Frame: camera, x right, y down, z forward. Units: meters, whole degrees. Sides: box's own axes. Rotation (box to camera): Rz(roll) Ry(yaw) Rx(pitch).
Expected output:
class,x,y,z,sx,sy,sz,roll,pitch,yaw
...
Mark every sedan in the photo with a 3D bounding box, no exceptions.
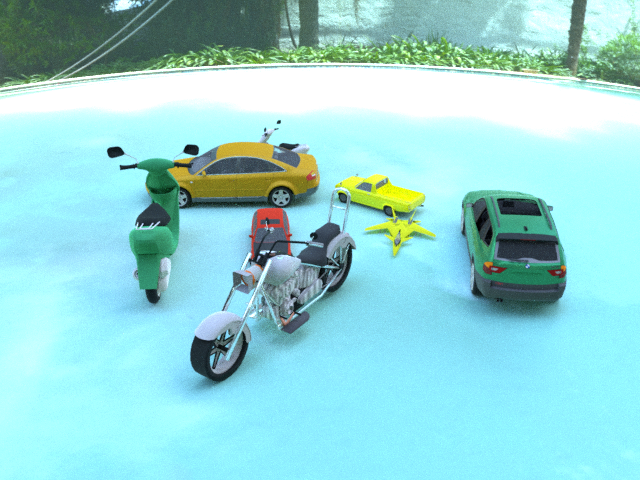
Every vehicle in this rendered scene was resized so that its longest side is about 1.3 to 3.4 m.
class,x,y,z,sx,sy,sz,roll,pitch,yaw
sedan,-1.567,-1.227,12.608,3.137,0.940,1.235,-1,27,-1

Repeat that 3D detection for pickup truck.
class,x,y,z,sx,sy,sz,roll,pitch,yaw
pickup truck,1.039,-0.846,12.329,1.603,0.511,0.640,18,32,32

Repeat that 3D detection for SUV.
class,x,y,z,sx,sy,sz,roll,pitch,yaw
SUV,2.790,-0.145,10.249,1.276,1.128,3.058,3,27,5

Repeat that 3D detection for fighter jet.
class,x,y,z,sx,sy,sz,roll,pitch,yaw
fighter jet,1.268,-0.133,11.162,1.147,0.286,1.358,6,27,11

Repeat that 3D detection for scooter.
class,x,y,z,sx,sy,sz,roll,pitch,yaw
scooter,-2.332,-0.393,10.010,1.288,1.786,2.721,-2,27,-5
scooter,-0.787,-1.828,13.827,1.399,0.919,0.662,12,29,23

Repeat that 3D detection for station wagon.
class,x,y,z,sx,sy,sz,roll,pitch,yaw
station wagon,-0.763,-0.059,10.805,0.682,0.473,1.597,-2,27,-4

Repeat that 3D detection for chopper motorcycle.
class,x,y,z,sx,sy,sz,roll,pitch,yaw
chopper motorcycle,-0.483,0.464,8.648,0.906,1.480,3.040,17,32,31
